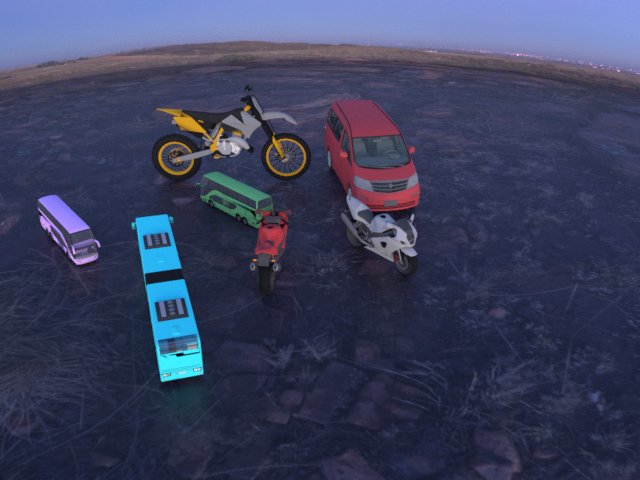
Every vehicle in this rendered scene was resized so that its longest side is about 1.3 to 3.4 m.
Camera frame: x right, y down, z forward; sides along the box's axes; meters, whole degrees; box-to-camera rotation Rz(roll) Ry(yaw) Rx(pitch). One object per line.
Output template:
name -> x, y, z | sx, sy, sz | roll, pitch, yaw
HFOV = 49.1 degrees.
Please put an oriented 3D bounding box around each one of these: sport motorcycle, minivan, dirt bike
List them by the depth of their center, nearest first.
sport motorcycle -> -0.687, 0.111, 9.740 | 0.506, 0.821, 1.520 | 2, 28, 3
sport motorcycle -> 0.875, -0.078, 10.102 | 0.506, 0.821, 1.520 | -19, 33, -32
minivan -> 0.876, -1.554, 12.527 | 1.324, 1.197, 3.011 | -5, 28, -9
dirt bike -> -1.609, -1.841, 12.568 | 2.903, 1.666, 1.024 | 0, 28, 0

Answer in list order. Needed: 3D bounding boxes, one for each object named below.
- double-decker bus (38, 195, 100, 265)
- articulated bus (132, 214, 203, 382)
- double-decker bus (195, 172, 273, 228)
double-decker bus -> -3.812, -0.156, 10.555 | 0.389, 0.541, 1.672 | -19, 33, -32
articulated bus -> -2.012, 0.595, 9.092 | 0.605, 0.561, 3.401 | -8, 29, -15
double-decker bus -> -1.423, -0.691, 11.580 | 0.389, 0.541, 1.672 | -24, 36, -37
